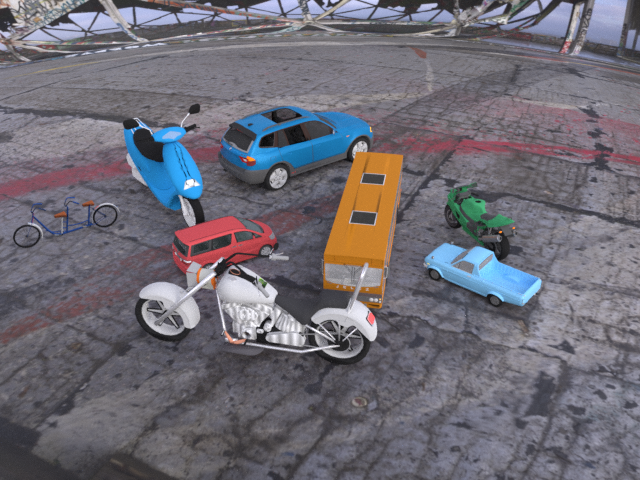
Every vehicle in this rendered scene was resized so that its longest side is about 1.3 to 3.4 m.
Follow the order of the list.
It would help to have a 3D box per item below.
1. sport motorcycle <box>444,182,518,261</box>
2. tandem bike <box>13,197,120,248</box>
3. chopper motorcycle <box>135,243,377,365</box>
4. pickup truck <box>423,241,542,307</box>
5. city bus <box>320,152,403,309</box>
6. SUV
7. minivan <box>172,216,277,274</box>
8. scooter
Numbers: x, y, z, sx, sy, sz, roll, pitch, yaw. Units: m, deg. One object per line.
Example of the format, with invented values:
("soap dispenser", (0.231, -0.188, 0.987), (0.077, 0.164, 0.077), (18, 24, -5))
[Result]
("sport motorcycle", (2.401, -0.307, 10.703), (0.506, 0.821, 1.520), (-16, 35, -23))
("tandem bike", (-3.943, -0.341, 10.891), (1.642, 0.682, 0.283), (-18, 36, -26))
("chopper motorcycle", (-0.815, 0.739, 8.397), (3.040, 1.480, 0.906), (7, 33, 11))
("pickup truck", (2.255, 0.436, 9.802), (1.603, 0.511, 0.640), (24, 39, 33))
("city bus", (0.711, -0.241, 10.528), (0.926, 0.894, 3.255), (5, 32, 9))
("SUV", (-0.394, -1.889, 12.957), (3.058, 1.128, 1.276), (-22, 38, -31))
("minivan", (-1.390, 0.018, 10.375), (1.548, 0.616, 0.681), (-19, 36, -27))
("scooter", (-2.606, -1.356, 11.477), (1.288, 1.786, 2.721), (-20, 37, -29))
